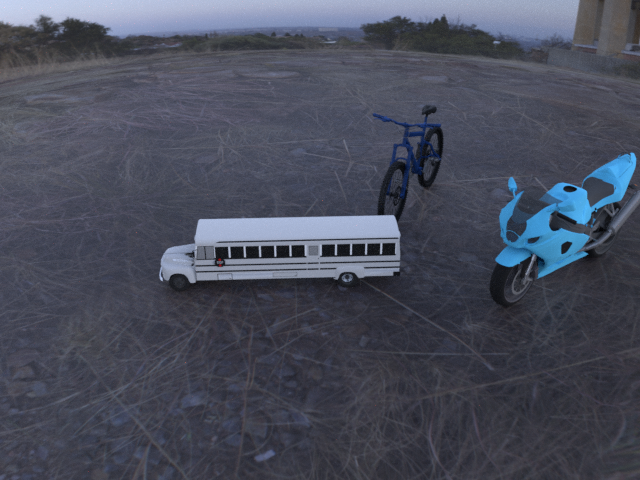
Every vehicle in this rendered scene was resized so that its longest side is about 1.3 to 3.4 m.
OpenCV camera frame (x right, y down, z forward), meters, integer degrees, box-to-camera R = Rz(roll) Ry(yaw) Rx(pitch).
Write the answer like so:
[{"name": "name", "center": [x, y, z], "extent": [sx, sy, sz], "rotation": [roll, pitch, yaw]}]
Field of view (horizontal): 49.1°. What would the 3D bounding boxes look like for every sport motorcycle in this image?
[{"name": "sport motorcycle", "center": [3.354, -0.181, 9.573], "extent": [2.955, 1.596, 0.983], "rotation": [-22, 36, -34]}]

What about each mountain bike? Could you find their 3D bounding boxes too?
[{"name": "mountain bike", "center": [1.557, -1.348, 11.573], "extent": [1.114, 1.688, 2.857], "rotation": [14, 32, 23]}]

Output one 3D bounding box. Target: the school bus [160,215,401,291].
[{"name": "school bus", "center": [-0.565, 0.154, 9.744], "extent": [3.322, 0.844, 0.709], "rotation": [-1, 29, -2]}]
